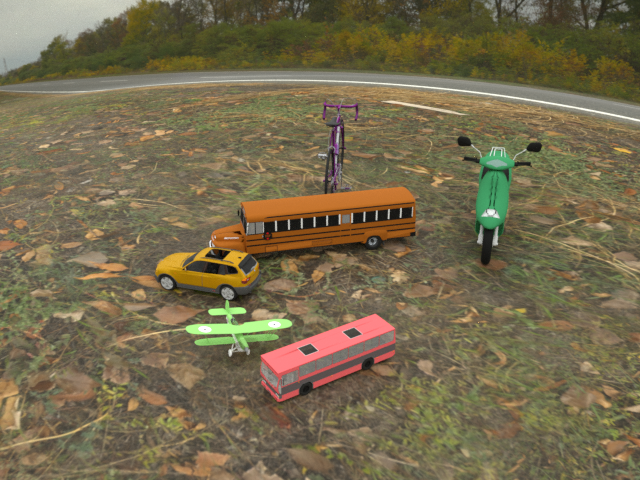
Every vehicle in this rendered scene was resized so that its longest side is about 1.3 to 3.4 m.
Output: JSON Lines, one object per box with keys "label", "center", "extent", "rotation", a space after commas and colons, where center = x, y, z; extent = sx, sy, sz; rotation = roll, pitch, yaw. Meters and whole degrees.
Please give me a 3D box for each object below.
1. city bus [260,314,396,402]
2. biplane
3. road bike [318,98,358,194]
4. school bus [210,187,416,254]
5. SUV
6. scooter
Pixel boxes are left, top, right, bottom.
{"label": "city bus", "center": [0.118, 1.401, 8.367], "extent": [1.674, 0.460, 0.476], "rotation": [-16, 30, -29]}
{"label": "biplane", "center": [-1.045, 1.128, 8.869], "extent": [1.336, 0.504, 1.090], "rotation": [-10, 28, -19]}
{"label": "road bike", "center": [0.294, -1.678, 13.253], "extent": [0.696, 1.656, 3.004], "rotation": [3, 26, 7]}
{"label": "school bus", "center": [-0.117, -0.257, 11.292], "extent": [3.322, 0.844, 0.709], "rotation": [-6, 27, -13]}
{"label": "SUV", "center": [-1.644, 0.420, 10.219], "extent": [1.572, 0.580, 0.656], "rotation": [8, 27, 16]}
{"label": "scooter", "center": [2.863, -0.892, 11.513], "extent": [1.288, 1.786, 2.721], "rotation": [7, 27, 13]}
